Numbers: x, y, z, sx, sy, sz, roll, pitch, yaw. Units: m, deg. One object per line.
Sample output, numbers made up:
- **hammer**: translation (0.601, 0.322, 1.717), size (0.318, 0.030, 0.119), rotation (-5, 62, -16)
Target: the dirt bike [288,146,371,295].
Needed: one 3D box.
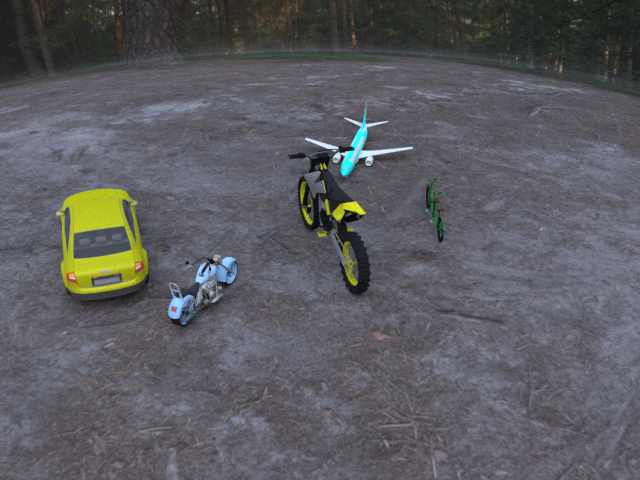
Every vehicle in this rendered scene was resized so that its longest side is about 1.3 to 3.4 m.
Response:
- **dirt bike**: translation (0.136, -0.468, 10.565), size (1.024, 1.666, 2.903), rotation (-10, 31, -17)

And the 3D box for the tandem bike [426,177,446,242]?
- **tandem bike**: translation (1.934, -0.574, 11.752), size (0.283, 0.682, 1.642), rotation (-1, 29, -1)

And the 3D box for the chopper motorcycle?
- **chopper motorcycle**: translation (-1.587, 0.565, 9.656), size (0.466, 0.761, 1.563), rotation (12, 32, 21)

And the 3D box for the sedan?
- **sedan**: translation (-3.369, -0.152, 10.744), size (1.235, 0.940, 3.137), rotation (-9, 31, -16)

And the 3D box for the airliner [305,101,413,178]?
- **airliner**: translation (0.730, -2.032, 14.177), size (2.257, 0.835, 2.541), rotation (6, 30, 11)
